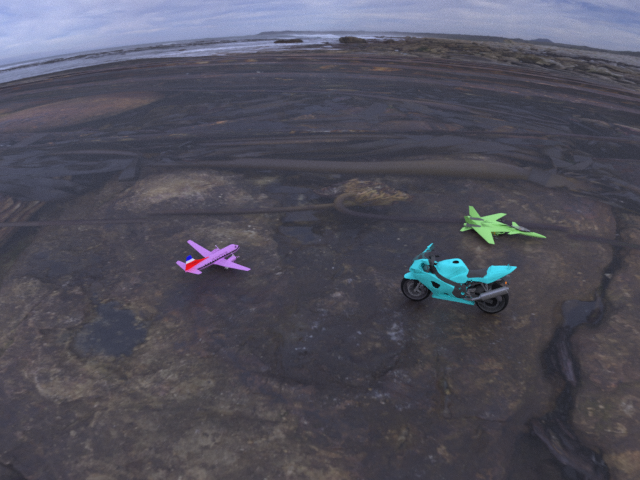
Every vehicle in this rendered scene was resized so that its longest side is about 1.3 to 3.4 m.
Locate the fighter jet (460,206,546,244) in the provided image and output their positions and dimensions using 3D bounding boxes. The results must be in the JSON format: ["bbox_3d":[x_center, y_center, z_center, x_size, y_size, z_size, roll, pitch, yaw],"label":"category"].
[{"bbox_3d":[3.067,-0.242,11.609,1.358,0.286,1.147,12,31,20],"label":"fighter jet"}]

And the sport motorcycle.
[{"bbox_3d":[1.871,0.568,9.620,1.520,0.821,0.506,8,30,14],"label":"sport motorcycle"}]

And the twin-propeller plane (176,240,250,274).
[{"bbox_3d":[-1.625,0.238,10.632,1.370,0.407,1.095,22,36,34],"label":"twin-propeller plane"}]
